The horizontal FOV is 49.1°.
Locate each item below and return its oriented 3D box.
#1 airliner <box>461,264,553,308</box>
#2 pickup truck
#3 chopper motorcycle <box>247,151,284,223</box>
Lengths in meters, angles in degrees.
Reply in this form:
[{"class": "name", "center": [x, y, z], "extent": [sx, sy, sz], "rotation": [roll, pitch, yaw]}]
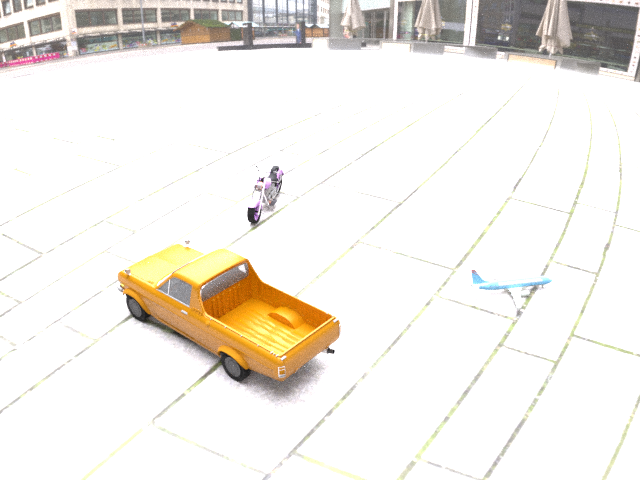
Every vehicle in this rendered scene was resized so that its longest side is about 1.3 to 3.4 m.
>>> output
[{"class": "airliner", "center": [2.698, 0.535, 9.860], "extent": [1.307, 0.429, 1.161], "rotation": [-6, 30, -10]}, {"class": "pickup truck", "center": [-1.242, 0.767, 8.874], "extent": [3.117, 0.993, 1.244], "rotation": [22, 36, 34]}, {"class": "chopper motorcycle", "center": [-0.944, -0.921, 12.109], "extent": [0.466, 0.761, 1.563], "rotation": [8, 30, 13]}]
